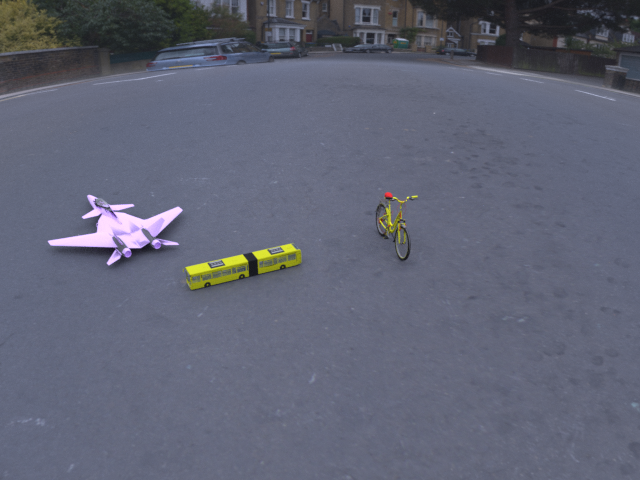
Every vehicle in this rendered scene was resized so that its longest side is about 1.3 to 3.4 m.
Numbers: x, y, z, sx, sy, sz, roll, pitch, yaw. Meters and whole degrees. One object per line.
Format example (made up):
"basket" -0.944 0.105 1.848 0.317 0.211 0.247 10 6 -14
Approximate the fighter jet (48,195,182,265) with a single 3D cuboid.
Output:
"fighter jet" -3.430 -0.445 11.580 2.229 0.557 2.640 -18 33 -30

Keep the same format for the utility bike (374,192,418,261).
"utility bike" 1.183 -0.339 10.963 0.535 0.946 1.435 -8 29 -14

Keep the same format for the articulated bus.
"articulated bus" -1.119 0.380 10.308 1.749 0.289 0.311 -13 30 -23
